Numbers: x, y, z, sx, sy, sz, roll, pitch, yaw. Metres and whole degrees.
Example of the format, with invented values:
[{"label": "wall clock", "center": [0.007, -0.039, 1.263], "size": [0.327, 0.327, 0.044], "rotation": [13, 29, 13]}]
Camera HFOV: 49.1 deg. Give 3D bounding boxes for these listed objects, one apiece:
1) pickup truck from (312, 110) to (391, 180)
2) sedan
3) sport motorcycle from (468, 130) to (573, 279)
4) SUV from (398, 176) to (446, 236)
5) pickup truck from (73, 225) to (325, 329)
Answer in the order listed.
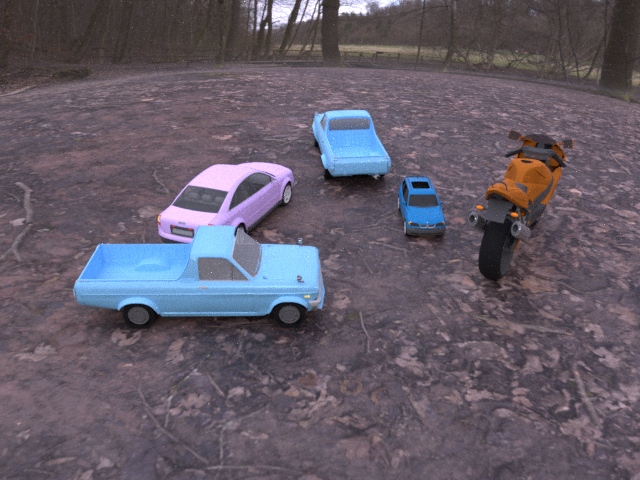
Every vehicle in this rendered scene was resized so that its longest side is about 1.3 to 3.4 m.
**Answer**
[{"label": "pickup truck", "center": [0.563, -1.991, 13.801], "size": [1.244, 0.993, 3.117], "rotation": [-3, 27, -6]}, {"label": "sedan", "center": [-1.423, -0.740, 11.367], "size": [1.235, 0.940, 3.137], "rotation": [10, 28, 19]}, {"label": "sport motorcycle", "center": [2.956, -0.581, 10.319], "size": [0.983, 1.596, 2.955], "rotation": [15, 30, 27]}, {"label": "SUV", "center": [1.647, -0.575, 11.439], "size": [0.656, 0.580, 1.572], "rotation": [0, 27, 0]}, {"label": "pickup truck", "center": [-1.495, 0.405, 9.024], "size": [3.117, 0.993, 1.244], "rotation": [0, 27, 0]}]
